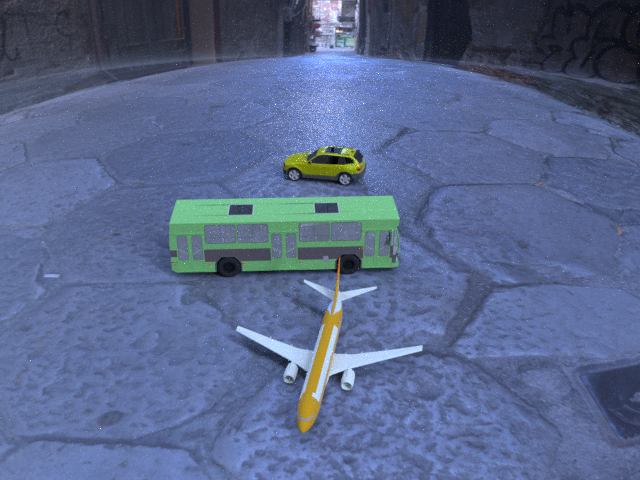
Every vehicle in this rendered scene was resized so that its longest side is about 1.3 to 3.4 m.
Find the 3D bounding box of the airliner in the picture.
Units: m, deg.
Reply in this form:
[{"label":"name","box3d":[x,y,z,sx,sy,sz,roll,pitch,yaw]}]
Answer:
[{"label":"airliner","box3d":[0.043,1.147,8.073,2.257,0.835,2.541,5,29,9]}]

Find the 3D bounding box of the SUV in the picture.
[{"label":"SUV","box3d":[0.082,-1.445,13.139,1.572,0.580,0.656,6,29,11]}]

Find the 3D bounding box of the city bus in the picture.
[{"label":"city bus","box3d":[-0.503,-0.054,10.234,3.255,0.894,0.926,-1,28,-2]}]
